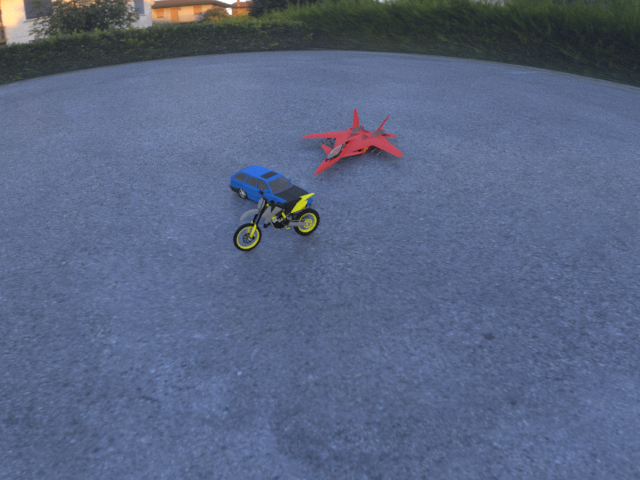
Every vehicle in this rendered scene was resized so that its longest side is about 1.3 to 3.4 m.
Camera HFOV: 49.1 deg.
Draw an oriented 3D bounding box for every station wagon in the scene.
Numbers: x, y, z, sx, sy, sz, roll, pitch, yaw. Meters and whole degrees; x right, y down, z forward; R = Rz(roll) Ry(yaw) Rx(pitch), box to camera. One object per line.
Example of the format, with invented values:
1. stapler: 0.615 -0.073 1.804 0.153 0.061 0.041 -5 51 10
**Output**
1. station wagon: -0.855 -0.912 12.207 1.597 0.473 0.682 23 36 35

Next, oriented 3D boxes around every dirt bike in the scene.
1. dirt bike: -0.653 -0.327 10.770 1.493 0.857 0.527 -16 33 -26

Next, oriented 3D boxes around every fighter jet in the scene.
1. fighter jet: 0.523 -1.935 13.947 2.229 0.557 2.640 15 32 24
